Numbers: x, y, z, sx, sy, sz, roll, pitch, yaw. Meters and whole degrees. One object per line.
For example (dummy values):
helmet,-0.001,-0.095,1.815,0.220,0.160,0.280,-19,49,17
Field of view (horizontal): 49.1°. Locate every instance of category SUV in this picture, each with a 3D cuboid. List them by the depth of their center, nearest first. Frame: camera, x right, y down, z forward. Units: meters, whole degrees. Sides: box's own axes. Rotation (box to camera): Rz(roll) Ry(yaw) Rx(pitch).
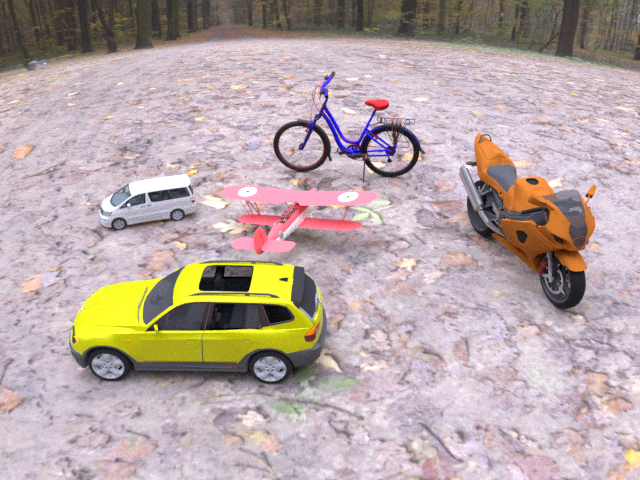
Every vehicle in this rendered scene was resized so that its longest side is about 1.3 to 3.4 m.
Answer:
SUV,-1.445,0.894,8.424,3.058,1.128,1.276,1,31,1

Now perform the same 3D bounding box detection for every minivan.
minivan,-2.844,-0.644,11.513,1.548,0.616,0.681,-10,32,-16

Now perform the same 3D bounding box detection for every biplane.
biplane,-0.503,-0.316,10.603,2.598,0.981,2.120,13,33,20

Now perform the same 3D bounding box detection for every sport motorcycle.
sport motorcycle,2.918,-0.338,10.038,0.983,1.596,2.955,-9,32,-15

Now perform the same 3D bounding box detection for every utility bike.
utility bike,0.503,-1.941,12.497,2.791,1.839,1.039,4,31,7
